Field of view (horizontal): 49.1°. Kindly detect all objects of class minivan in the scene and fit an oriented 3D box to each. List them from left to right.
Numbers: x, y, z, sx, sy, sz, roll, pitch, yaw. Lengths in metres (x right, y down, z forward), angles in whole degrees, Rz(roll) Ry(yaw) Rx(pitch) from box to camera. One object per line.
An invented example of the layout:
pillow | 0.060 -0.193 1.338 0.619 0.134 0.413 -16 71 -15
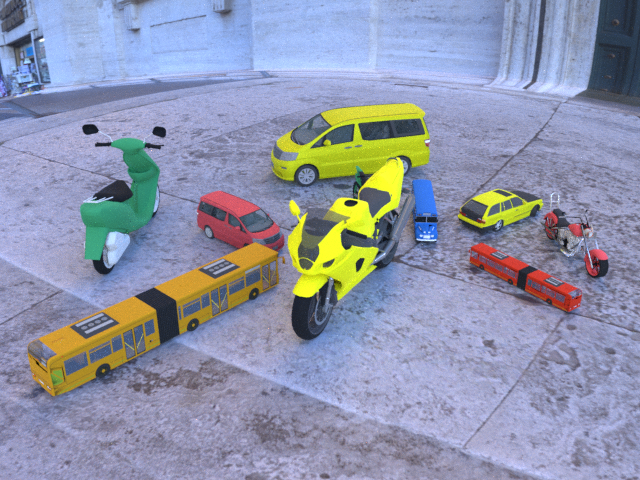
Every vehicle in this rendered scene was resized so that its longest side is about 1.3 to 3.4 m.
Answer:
minivan | -1.230 -0.259 10.789 1.548 0.616 0.681 23 34 38
minivan | 0.562 -1.864 13.362 3.011 1.197 1.324 -7 27 -13

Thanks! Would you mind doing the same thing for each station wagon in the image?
station wagon | 3.021 -0.571 11.575 1.597 0.473 0.682 -19 32 -33

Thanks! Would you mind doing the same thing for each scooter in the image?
scooter | -2.936 -0.756 10.473 1.288 1.786 2.721 3 27 6

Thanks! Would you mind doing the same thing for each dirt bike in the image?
dirt bike | 0.801 -0.737 11.479 0.527 0.857 1.493 -7 27 -13

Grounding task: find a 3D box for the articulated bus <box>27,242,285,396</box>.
articulated bus | -1.845 0.859 8.604 0.605 0.561 3.401 22 34 38

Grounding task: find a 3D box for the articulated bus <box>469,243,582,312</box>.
articulated bus | 2.785 0.487 9.658 0.311 0.289 1.749 -18 32 -32

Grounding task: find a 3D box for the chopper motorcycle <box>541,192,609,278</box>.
chopper motorcycle | 3.755 -0.087 10.280 0.466 0.761 1.563 -6 27 -12

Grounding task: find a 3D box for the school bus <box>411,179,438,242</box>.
school bus | 1.700 -0.487 11.450 0.365 0.434 1.708 2 27 4

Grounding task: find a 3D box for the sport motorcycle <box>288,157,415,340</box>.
sport motorcycle | 0.419 0.038 9.093 0.983 1.596 2.955 13 29 25
